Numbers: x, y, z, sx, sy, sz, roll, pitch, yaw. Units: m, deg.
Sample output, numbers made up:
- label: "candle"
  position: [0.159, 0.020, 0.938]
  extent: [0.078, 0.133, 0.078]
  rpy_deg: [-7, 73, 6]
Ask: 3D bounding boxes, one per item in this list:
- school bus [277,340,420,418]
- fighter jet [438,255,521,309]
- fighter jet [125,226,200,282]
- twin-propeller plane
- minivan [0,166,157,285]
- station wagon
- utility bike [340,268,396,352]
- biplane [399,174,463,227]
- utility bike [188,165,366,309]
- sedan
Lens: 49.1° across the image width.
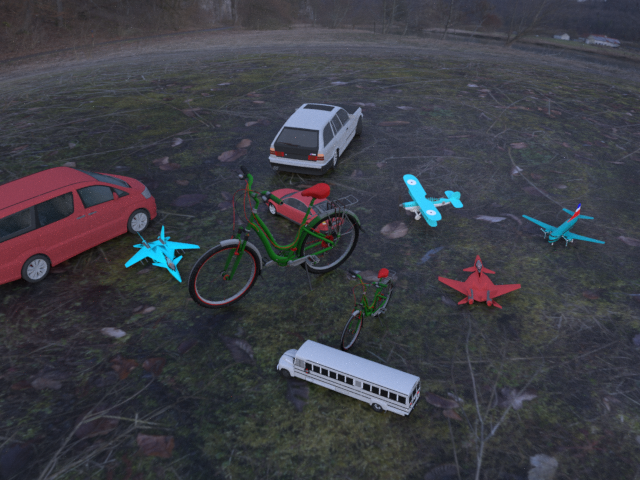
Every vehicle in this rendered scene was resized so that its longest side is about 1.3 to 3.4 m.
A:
- label: "school bus"
  position: [0.292, 1.546, 8.022]
  extent: [1.708, 0.434, 0.365]
  rpy_deg: [15, 33, 24]
- label: "fighter jet"
  position: [2.282, 0.485, 10.012]
  extent: [1.147, 0.286, 1.358]
  rpy_deg: [5, 30, 9]
- label: "fighter jet"
  position: [-2.318, 0.229, 10.457]
  extent: [1.147, 0.286, 1.358]
  rpy_deg: [-16, 33, -25]
- label: "twin-propeller plane"
  position: [3.908, -0.241, 11.152]
  extent: [1.370, 0.407, 1.095]
  rpy_deg: [24, 38, 35]
- label: "minivan"
  position: [-3.941, -0.420, 10.672]
  extent: [1.324, 1.197, 3.011]
  rpy_deg: [22, 36, 33]
- label: "station wagon"
  position: [0.003, -2.273, 14.168]
  extent: [1.327, 0.920, 3.105]
  rpy_deg: [9, 31, 15]
- label: "utility bike"
  position: [0.671, 0.776, 8.846]
  extent: [0.535, 0.946, 1.435]
  rpy_deg: [17, 34, 27]
- label: "biplane"
  position: [1.841, -0.613, 11.701]
  extent: [1.090, 0.504, 1.336]
  rpy_deg: [-8, 31, -13]
- label: "utility bike"
  position: [-0.463, -0.056, 9.396]
  extent: [2.791, 1.839, 1.039]
  rpy_deg: [-18, 34, -28]
- label: "sedan"
  position: [-0.273, -0.562, 11.634]
  extent: [0.635, 0.483, 1.613]
  rpy_deg: [-25, 38, -36]
